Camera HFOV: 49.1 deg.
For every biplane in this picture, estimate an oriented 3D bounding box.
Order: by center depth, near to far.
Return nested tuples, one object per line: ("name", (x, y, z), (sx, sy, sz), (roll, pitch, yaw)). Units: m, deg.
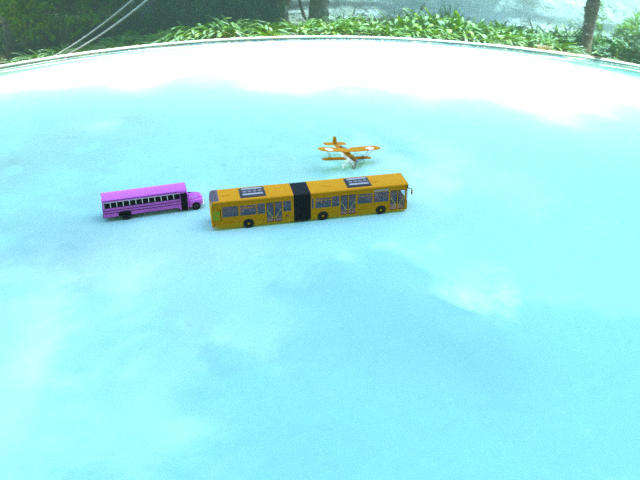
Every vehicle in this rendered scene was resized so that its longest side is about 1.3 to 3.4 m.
("biplane", (0.501, -1.719, 13.690), (1.336, 0.504, 1.090), (-14, 34, -22))

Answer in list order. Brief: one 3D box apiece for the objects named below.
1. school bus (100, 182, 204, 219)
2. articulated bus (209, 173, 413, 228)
("school bus", (-2.867, -0.684, 12.029), (1.708, 0.434, 0.365), (-9, 32, -15))
("articulated bus", (-0.153, -0.673, 11.888), (3.401, 0.561, 0.605), (-6, 31, -10))
